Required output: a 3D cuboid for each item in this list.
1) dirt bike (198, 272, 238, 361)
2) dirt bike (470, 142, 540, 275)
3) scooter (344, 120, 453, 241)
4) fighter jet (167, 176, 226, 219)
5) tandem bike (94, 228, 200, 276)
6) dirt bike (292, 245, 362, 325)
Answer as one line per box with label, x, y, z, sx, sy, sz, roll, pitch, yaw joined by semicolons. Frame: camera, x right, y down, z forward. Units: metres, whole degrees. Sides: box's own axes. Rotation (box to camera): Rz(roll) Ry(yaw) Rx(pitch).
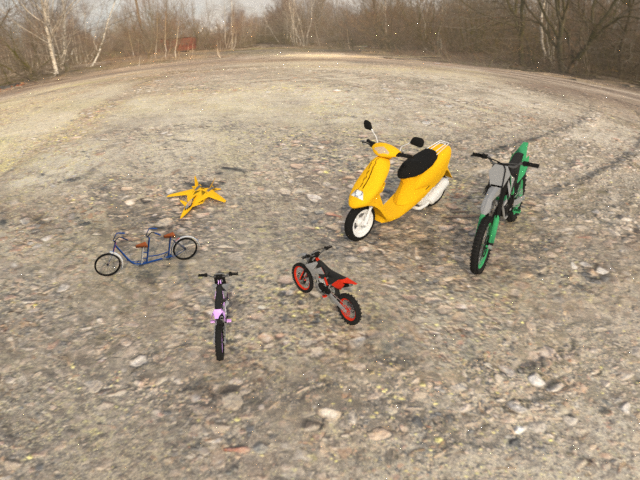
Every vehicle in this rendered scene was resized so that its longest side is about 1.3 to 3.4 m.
dirt bike;-1.331;0.891;9.300;0.527;0.857;1.493;-2;29;-4
dirt bike;2.957;-0.662;11.263;1.024;1.666;2.903;14;32;24
scooter;1.404;-1.130;11.983;2.721;1.786;1.288;-25;37;-37
fighter jet;-2.323;-0.778;12.894;1.147;0.286;1.358;6;30;10
tandem bike;-2.674;0.134;10.844;1.642;0.682;0.283;-12;31;-21
dirt bike;0.065;0.585;9.851;0.527;0.857;1.493;-22;36;-34
